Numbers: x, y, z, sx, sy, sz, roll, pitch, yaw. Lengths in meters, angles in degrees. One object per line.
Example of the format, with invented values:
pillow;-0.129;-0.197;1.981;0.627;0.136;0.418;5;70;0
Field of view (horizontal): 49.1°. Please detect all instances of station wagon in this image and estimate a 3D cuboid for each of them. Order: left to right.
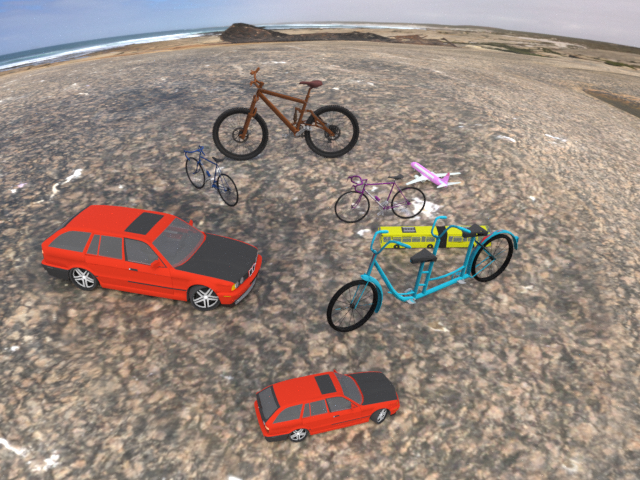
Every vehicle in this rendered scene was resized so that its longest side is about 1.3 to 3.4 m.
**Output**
station wagon;-2.388;0.157;10.008;3.105;0.920;1.327;8;32;13
station wagon;0.092;1.762;7.750;1.597;0.473;0.682;-9;32;-14

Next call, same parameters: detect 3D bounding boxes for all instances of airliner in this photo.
airliner;2.022;-1.276;12.893;1.161;0.429;1.307;-13;33;-21

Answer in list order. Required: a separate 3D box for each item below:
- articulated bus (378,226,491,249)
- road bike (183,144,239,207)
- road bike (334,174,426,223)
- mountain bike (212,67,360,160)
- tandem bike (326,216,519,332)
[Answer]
articulated bus;1.796;-0.049;10.971;1.749;0.289;0.311;-1;31;-1
road bike;-1.917;-1.142;12.255;0.358;0.852;1.545;-26;40;-37
road bike;0.998;-0.686;11.491;1.545;0.852;0.358;-5;31;-8
mountain bike;-0.655;-2.336;13.444;2.857;1.688;1.114;-2;31;-4
tandem bike;1.471;0.313;9.349;3.192;1.326;0.550;-16;34;-25
